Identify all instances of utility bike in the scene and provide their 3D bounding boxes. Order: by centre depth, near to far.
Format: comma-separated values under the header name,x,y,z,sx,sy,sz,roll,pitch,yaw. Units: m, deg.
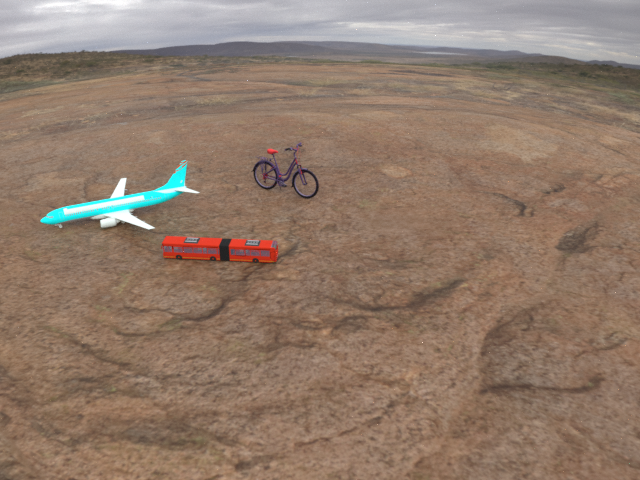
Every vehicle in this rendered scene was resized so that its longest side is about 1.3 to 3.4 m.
name,x,y,z,sx,sy,sz,roll,pitch,yaw
utility bike,-0.622,-1.301,12.610,1.435,0.946,0.535,15,31,26

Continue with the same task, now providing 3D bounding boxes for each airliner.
name,x,y,z,sx,sy,sz,roll,pitch,yaw
airliner,-3.372,-0.760,11.696,2.541,0.835,2.257,-12,30,-22

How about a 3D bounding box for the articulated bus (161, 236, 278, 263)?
name,x,y,z,sx,sy,sz,roll,pitch,yaw
articulated bus,-1.514,0.141,10.567,1.749,0.289,0.311,2,28,5
